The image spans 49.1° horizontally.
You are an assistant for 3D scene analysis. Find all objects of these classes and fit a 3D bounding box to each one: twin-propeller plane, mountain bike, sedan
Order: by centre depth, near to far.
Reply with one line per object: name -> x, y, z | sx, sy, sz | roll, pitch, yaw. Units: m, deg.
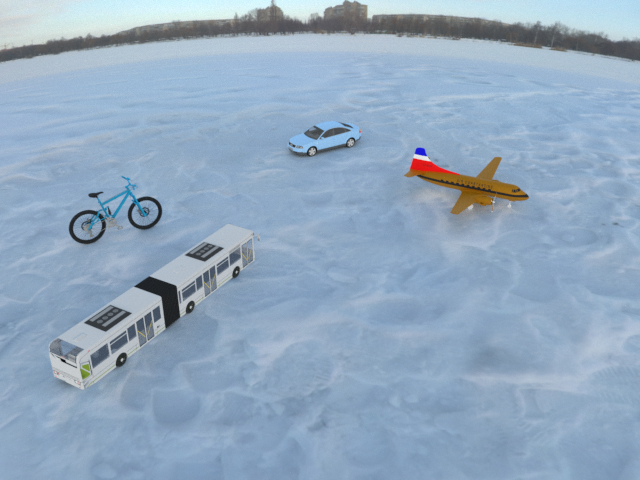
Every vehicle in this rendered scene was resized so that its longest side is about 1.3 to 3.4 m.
mountain bike -> -3.168, -0.447, 10.850 | 1.469, 0.868, 0.573 | -17, 33, -27
twin-propeller plane -> 2.549, -1.068, 12.056 | 2.129, 0.792, 2.663 | 14, 32, 24
sedan -> 0.091, -2.117, 14.281 | 1.613, 0.483, 0.635 | -17, 33, -28

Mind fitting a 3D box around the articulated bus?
articulated bus -> -1.974, 0.720, 9.048 | 0.605, 0.561, 3.401 | 16, 32, 26
